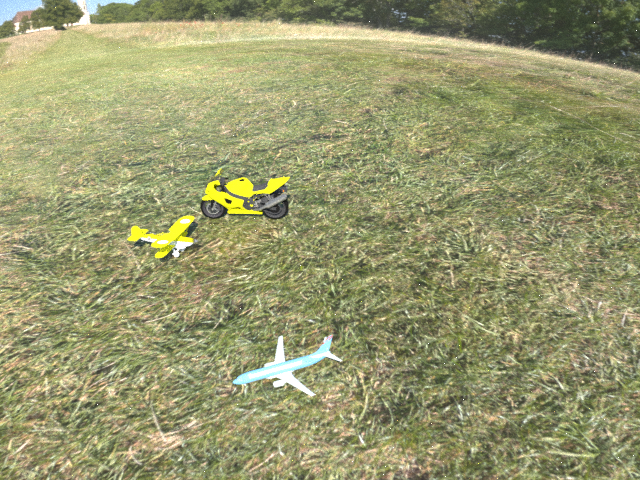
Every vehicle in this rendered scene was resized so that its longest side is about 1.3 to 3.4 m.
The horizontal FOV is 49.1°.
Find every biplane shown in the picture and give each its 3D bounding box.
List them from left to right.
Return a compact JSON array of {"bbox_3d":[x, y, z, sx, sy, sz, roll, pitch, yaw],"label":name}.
[{"bbox_3d":[-2.401,-0.033,10.841,1.090,0.504,1.336,6,32,10],"label":"biplane"}]

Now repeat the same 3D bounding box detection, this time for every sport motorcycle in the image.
[{"bbox_3d":[-1.252,-0.725,11.682,1.520,0.821,0.506,0,31,0],"label":"sport motorcycle"}]

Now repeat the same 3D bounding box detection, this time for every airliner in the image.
[{"bbox_3d":[-0.427,1.461,8.437,1.307,0.429,1.161,-12,33,-19],"label":"airliner"}]
